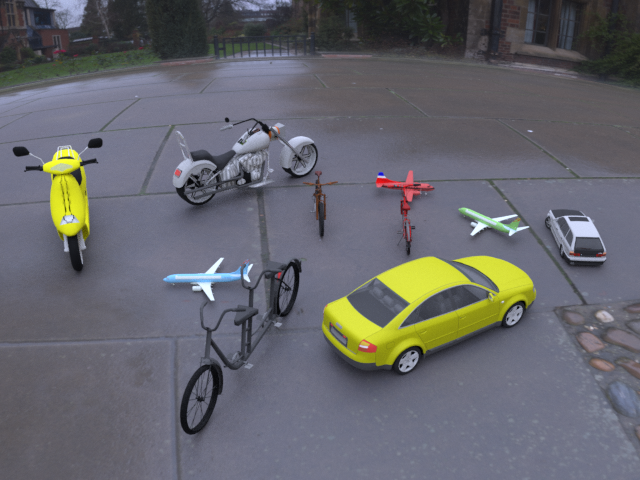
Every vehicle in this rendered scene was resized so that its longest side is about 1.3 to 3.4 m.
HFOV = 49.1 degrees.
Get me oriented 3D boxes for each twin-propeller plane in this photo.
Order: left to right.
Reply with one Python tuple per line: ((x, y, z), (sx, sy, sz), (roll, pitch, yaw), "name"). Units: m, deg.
((1.580, -1.045, 12.968), (1.095, 0.407, 1.370), (4, 29, 6), "twin-propeller plane")

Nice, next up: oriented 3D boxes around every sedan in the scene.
((1.510, 0.769, 9.166), (3.137, 0.940, 1.235), (-17, 33, -27), "sedan")

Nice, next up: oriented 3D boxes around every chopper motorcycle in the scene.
((-1.303, -1.579, 12.824), (3.040, 1.480, 0.906), (-21, 35, -32), "chopper motorcycle")

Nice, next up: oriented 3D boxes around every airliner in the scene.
((-1.647, 0.477, 10.215), (1.307, 0.429, 1.161), (0, 29, 0), "airliner")
((2.835, -0.394, 11.777), (1.161, 0.429, 1.307), (-21, 35, -33), "airliner")

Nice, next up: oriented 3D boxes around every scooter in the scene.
((-4.018, -0.825, 11.157), (1.288, 1.786, 2.721), (-9, 30, -16), "scooter")

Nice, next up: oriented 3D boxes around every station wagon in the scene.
((4.122, -0.149, 11.292), (0.682, 0.473, 1.597), (2, 29, 3), "station wagon")

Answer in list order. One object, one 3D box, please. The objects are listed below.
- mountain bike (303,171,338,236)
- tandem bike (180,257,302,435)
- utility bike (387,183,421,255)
((-0.010, -0.698, 11.873), (0.573, 0.868, 1.469), (-2, 29, -3), "mountain bike")
((-0.857, 0.946, 8.453), (0.550, 1.326, 3.192), (11, 31, 18), "tandem bike")
((1.340, -0.406, 11.269), (0.535, 0.946, 1.435), (1, 29, 2), "utility bike")
